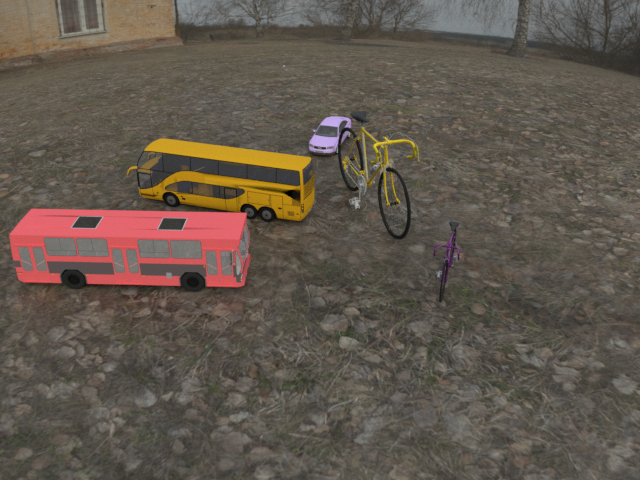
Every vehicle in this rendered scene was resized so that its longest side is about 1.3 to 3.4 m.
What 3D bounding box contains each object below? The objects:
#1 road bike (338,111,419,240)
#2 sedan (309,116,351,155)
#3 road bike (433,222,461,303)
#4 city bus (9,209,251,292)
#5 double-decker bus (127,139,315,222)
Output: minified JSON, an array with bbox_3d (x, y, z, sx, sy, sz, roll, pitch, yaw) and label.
[{"bbox_3d":[0.858,-1.229,11.755,0.697,1.656,3.004,-10,32,-17],"label":"road bike"},{"bbox_3d":[0.221,-2.239,14.657,0.635,0.483,1.613,9,31,14],"label":"sedan"},{"bbox_3d":[1.850,0.234,10.040,0.358,0.852,1.545,9,31,14],"label":"road bike"},{"bbox_3d":[-2.681,0.146,10.148,3.255,0.894,0.926,1,30,2],"label":"city bus"},{"bbox_3d":[-1.696,-1.055,12.056,3.251,1.052,0.756,9,31,15],"label":"double-decker bus"}]
